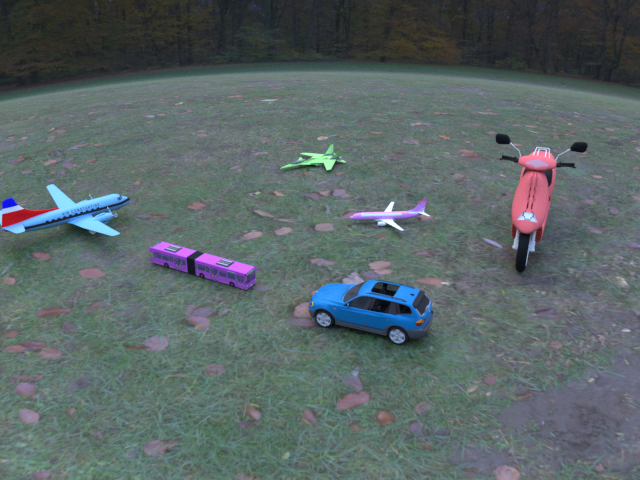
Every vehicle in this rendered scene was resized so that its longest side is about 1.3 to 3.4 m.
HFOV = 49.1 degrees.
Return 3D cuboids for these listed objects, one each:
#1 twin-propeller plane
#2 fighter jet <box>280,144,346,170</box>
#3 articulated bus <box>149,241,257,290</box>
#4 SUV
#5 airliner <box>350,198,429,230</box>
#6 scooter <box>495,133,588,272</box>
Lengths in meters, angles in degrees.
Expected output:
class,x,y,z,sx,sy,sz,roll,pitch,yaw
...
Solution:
class,x,y,z,sx,sy,sz,roll,pitch,yaw
twin-propeller plane,-4.053,-0.520,11.299,2.129,0.792,2.663,-20,33,-35
fighter jet,-0.195,-1.645,14.176,1.358,0.286,1.147,-14,29,-26
articulated bus,-1.701,0.356,10.078,1.749,0.289,0.311,14,29,26
SUV,0.635,0.815,8.807,1.572,0.580,0.656,11,28,21
airliner,1.147,-0.492,11.654,1.307,0.429,1.161,-1,26,-2
scooter,3.293,-0.798,10.735,1.288,1.786,2.721,9,28,18
